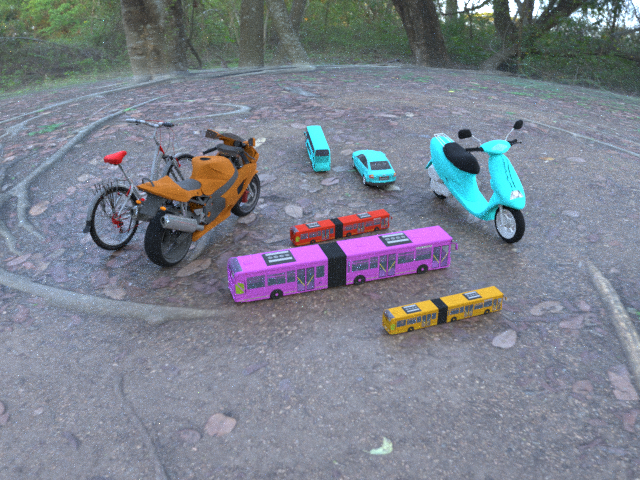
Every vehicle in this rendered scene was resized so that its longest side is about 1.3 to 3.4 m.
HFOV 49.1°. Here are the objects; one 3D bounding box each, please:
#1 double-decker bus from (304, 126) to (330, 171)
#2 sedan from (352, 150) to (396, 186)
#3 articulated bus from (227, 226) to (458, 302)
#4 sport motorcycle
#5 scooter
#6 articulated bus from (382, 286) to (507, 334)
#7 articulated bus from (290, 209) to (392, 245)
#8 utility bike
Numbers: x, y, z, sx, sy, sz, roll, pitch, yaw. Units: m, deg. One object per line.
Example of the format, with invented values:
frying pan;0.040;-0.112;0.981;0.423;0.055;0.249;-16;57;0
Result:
double-decker bus;-0.059;-1.946;14.714;0.389;0.541;1.672;-3;28;-6
sedan;1.057;-1.519;13.961;0.635;0.483;1.613;-5;28;-10
articulated bus;0.357;0.338;10.335;3.401;0.561;0.605;-9;29;-16
sport motorcycle;-1.837;-0.732;11.261;0.983;1.596;2.955;14;31;25
scooter;2.642;-1.200;11.949;1.288;1.786;2.721;-12;30;-22
articulated bus;1.685;0.946;9.470;1.749;0.289;0.311;-10;29;-18
articulated bus;0.357;-0.213;11.681;1.749;0.289;0.311;-11;30;-20
utility bike;-2.956;-1.030;11.569;1.039;1.839;2.791;16;32;27
